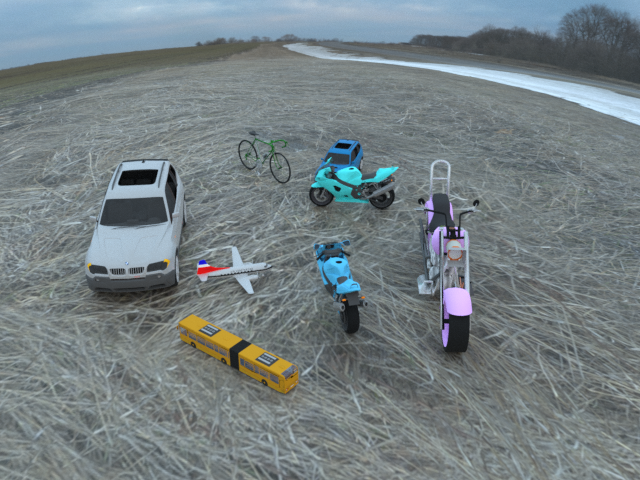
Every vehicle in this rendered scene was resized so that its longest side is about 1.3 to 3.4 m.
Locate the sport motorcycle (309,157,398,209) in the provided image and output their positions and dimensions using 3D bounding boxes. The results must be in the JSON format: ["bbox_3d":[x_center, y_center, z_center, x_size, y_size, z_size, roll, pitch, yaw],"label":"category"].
[{"bbox_3d":[0.566,-0.939,12.018,1.520,0.821,0.506,2,28,4],"label":"sport motorcycle"}]

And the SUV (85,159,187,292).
[{"bbox_3d":[-2.708,-0.309,10.510,1.276,1.128,3.058,-3,28,-6],"label":"SUV"}]

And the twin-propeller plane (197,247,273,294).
[{"bbox_3d":[-1.201,0.398,9.948,1.095,0.407,1.370,-8,29,-14],"label":"twin-propeller plane"}]

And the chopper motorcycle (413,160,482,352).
[{"bbox_3d":[1.688,0.123,9.324,0.906,1.480,3.040,1,28,2],"label":"chopper motorcycle"}]

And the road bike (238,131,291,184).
[{"bbox_3d":[-1.072,-1.608,13.242,0.358,0.852,1.545,-24,36,-38],"label":"road bike"}]

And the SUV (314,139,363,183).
[{"bbox_3d":[0.381,-1.460,13.252,0.656,0.580,1.572,8,29,15],"label":"SUV"}]

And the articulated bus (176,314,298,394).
[{"bbox_3d":[-1.006,1.330,8.325,1.749,0.289,0.311,20,34,33],"label":"articulated bus"}]

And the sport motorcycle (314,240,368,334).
[{"bbox_3d":[0.252,0.568,9.190,0.506,0.821,1.520,-7,29,-12],"label":"sport motorcycle"}]
